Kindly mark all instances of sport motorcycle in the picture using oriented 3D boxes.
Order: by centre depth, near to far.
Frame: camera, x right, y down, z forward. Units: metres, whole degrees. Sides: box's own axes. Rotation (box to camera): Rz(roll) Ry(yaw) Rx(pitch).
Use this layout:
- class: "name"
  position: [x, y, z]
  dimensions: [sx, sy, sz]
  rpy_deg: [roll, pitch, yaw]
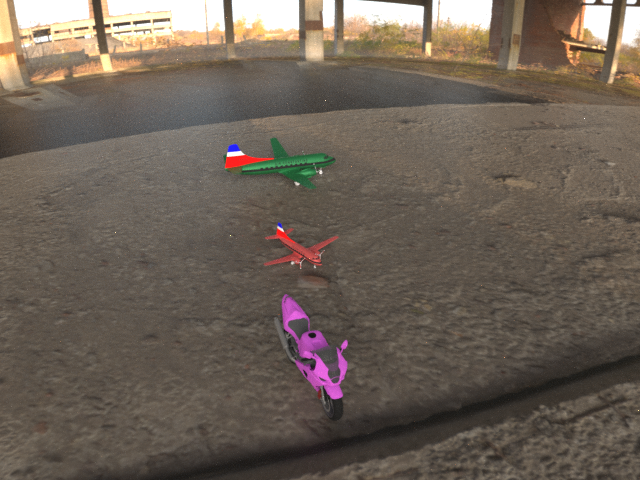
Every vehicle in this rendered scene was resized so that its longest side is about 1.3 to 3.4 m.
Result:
- class: "sport motorcycle"
  position: [-0.097, 1.278, 7.699]
  dimensions: [0.506, 0.821, 1.520]
  rpy_deg: [-12, 30, -21]

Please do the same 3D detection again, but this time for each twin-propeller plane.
- class: "twin-propeller plane"
  position: [-0.322, 0.088, 10.379]
  dimensions: [1.370, 0.407, 1.095]
  rpy_deg: [-21, 34, -34]
- class: "twin-propeller plane"
  position: [-0.708, -1.489, 12.935]
  dimensions: [2.129, 0.792, 2.663]
  rpy_deg: [-9, 29, -16]
